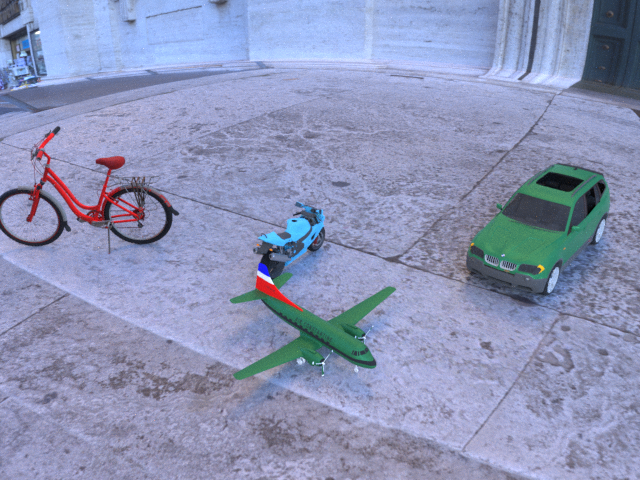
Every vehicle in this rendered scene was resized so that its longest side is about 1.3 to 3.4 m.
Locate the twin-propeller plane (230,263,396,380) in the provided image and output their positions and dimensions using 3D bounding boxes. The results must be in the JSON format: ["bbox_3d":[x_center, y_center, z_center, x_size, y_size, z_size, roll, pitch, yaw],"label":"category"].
[{"bbox_3d":[-0.108,0.954,8.556,2.663,0.792,2.129,-25,37,-38],"label":"twin-propeller plane"}]

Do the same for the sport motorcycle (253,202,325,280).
[{"bbox_3d":[-0.390,0.001,10.303,0.506,0.821,1.520,19,34,31],"label":"sport motorcycle"}]

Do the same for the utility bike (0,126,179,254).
[{"bbox_3d":[-3.557,-0.658,10.456,2.791,1.839,1.039,-1,28,-2],"label":"utility bike"}]

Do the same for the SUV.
[{"bbox_3d":[3.359,-0.273,10.489,1.276,1.128,3.058,21,34,33],"label":"SUV"}]
